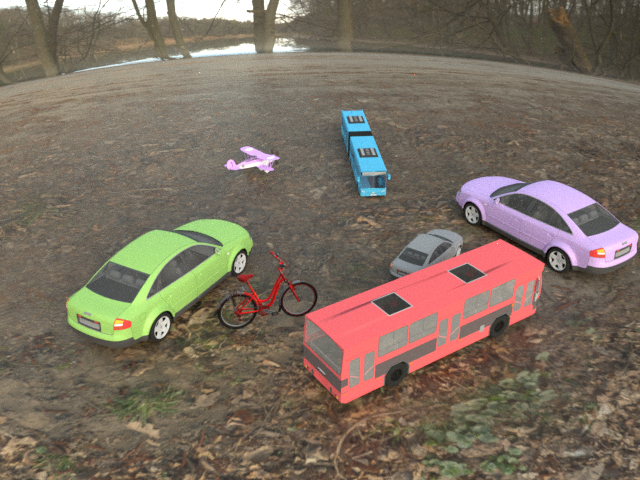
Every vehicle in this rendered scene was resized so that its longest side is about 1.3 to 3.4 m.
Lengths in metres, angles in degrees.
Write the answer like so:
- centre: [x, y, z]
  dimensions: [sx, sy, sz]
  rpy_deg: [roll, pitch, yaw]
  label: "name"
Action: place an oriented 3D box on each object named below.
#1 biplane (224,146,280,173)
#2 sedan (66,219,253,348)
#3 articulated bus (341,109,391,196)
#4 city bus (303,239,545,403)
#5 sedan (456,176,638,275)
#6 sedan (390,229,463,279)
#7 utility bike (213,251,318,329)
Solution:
- centre: [-1.311, -1.507, 13.529]
  dimensions: [1.090, 0.504, 1.336]
  rpy_deg: [-18, 34, -28]
  label: "biplane"
- centre: [-2.118, 0.377, 9.797]
  dimensions: [1.235, 0.940, 3.137]
  rpy_deg: [15, 33, 25]
  label: "sedan"
- centre: [0.830, -1.819, 14.018]
  dimensions: [0.605, 0.561, 3.401]
  rpy_deg: [-2, 30, -4]
  label: "articulated bus"
- centre: [1.369, 0.969, 8.805]
  dimensions: [3.255, 0.894, 0.926]
  rpy_deg: [-18, 34, -29]
  label: "city bus"
- centre: [3.529, -0.441, 11.227]
  dimensions: [1.235, 0.940, 3.137]
  rpy_deg: [-19, 35, -29]
  label: "sedan"
- centre: [1.645, 0.176, 10.607]
  dimensions: [0.635, 0.483, 1.613]
  rpy_deg: [19, 35, 30]
  label: "sedan"
- centre: [-0.730, 0.670, 9.277]
  dimensions: [1.435, 0.946, 0.535]
  rpy_deg: [-10, 31, -16]
  label: "utility bike"
